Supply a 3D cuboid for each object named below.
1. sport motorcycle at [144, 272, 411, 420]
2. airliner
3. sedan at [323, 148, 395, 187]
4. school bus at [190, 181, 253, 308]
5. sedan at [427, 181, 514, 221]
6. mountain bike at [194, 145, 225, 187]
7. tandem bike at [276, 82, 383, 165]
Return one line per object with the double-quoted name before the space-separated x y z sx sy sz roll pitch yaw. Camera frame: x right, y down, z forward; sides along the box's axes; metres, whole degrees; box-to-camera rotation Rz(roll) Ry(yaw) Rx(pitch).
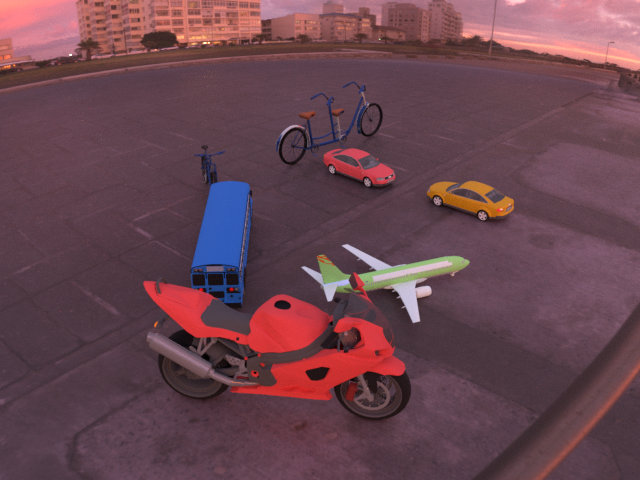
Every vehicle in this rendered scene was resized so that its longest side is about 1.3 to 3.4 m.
"sport motorcycle" -0.459 1.200 7.688 2.955 1.596 0.983 5 29 9
"airliner" 1.088 0.358 10.045 2.541 0.835 2.257 -11 30 -20
"sedan" 0.771 -1.481 13.814 1.613 0.483 0.635 25 37 38
"school bus" -1.454 -0.082 10.848 0.709 0.844 3.322 -1 28 -2
"sedan" 2.673 -0.786 12.528 1.613 0.483 0.635 22 36 35
"mountain bike" -2.079 -1.318 13.108 0.573 0.868 1.469 -9 30 -16
"tandem bike" 0.269 -2.536 14.879 3.192 1.326 0.550 -25 37 -38
